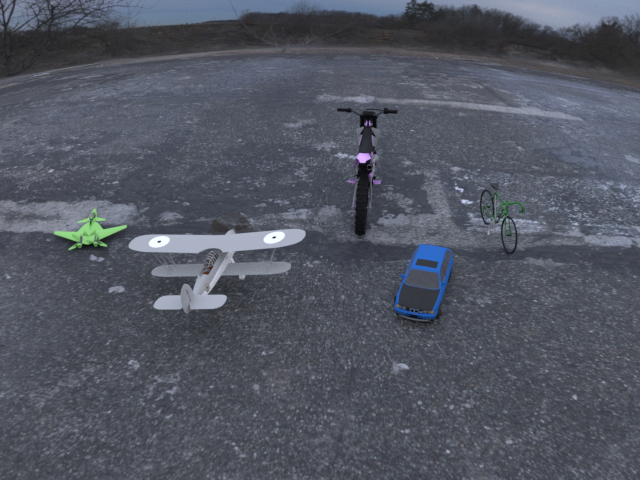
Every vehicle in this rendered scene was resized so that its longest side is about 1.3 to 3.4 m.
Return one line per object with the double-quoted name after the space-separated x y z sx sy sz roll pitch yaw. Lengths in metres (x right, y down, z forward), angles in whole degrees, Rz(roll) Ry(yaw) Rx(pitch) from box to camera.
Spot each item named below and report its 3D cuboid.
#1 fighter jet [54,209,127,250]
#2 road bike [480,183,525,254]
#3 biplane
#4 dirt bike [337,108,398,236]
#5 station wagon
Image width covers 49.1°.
-3.780 -0.286 11.540 1.147 0.286 1.358 -5 31 -9 "fighter jet"
2.860 -0.421 11.211 0.358 0.852 1.545 -5 31 -8 "road bike"
-1.536 0.391 9.690 2.598 0.981 2.120 6 31 10 "biplane"
0.770 -1.352 11.998 1.024 1.666 2.903 3 30 6 "dirt bike"
1.493 0.545 9.930 0.682 0.473 1.597 9 32 16 "station wagon"
